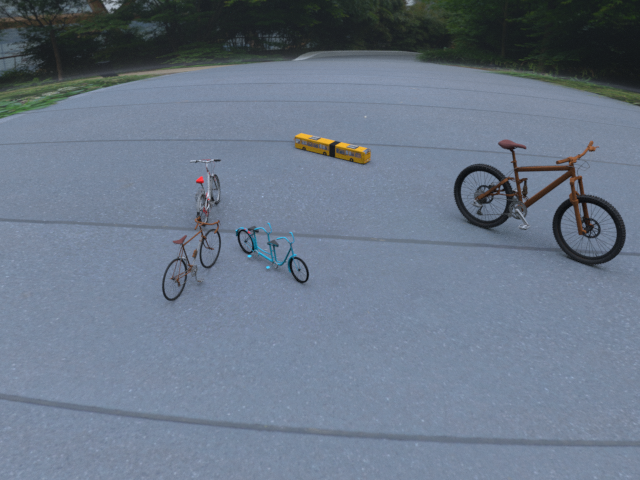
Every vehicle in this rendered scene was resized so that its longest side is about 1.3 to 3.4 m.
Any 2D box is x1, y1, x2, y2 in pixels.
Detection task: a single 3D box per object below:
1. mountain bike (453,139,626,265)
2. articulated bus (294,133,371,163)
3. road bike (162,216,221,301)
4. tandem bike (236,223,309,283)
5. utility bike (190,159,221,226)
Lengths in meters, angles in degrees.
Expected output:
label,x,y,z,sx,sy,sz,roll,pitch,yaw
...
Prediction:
label,x,y,z,sx,sy,sz,roll,pitch,yaw
mountain bike,3.299,-0.693,10.710,2.857,1.688,1.114,24,36,37
articulated bus,0.236,-1.899,14.471,1.749,0.289,0.311,17,33,29
road bike,-1.798,0.220,9.883,0.358,0.852,1.545,11,30,20
tandem bike,-0.727,0.095,10.299,0.283,0.682,1.642,-24,36,-38
utility bike,-1.947,-0.865,11.824,0.535,0.946,1.435,3,28,5
